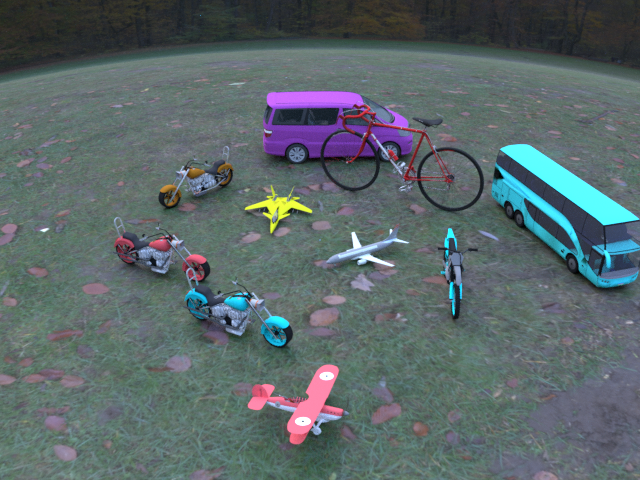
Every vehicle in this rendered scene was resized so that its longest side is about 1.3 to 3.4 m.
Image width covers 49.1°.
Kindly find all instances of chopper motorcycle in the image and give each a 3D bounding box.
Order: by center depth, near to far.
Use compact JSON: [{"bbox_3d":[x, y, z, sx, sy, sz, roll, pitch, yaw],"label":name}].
[{"bbox_3d":[-1.059,0.856,8.868,1.563,0.761,0.466,14,32,23],"label":"chopper motorcycle"},{"bbox_3d":[-2.317,0.138,10.140,1.563,0.761,0.466,11,31,19],"label":"chopper motorcycle"},{"bbox_3d":[-2.177,-1.113,12.359,1.563,0.761,0.466,-26,38,-38],"label":"chopper motorcycle"}]

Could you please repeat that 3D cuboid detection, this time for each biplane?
[{"bbox_3d":[-0.211,1.764,7.521,1.090,0.504,1.336,8,30,14],"label":"biplane"}]

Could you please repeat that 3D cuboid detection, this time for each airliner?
[{"bbox_3d":[0.667,0.081,10.580,1.307,0.429,1.161,-15,33,-24],"label":"airliner"}]

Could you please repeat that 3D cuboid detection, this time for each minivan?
[{"bbox_3d":[0.361,-2.307,14.032,3.011,1.197,1.324,-2,29,-3],"label":"minivan"}]

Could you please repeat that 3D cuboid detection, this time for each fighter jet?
[{"bbox_3d":[-0.718,-0.517,11.786,1.147,0.286,1.358,3,30,5],"label":"fighter jet"}]

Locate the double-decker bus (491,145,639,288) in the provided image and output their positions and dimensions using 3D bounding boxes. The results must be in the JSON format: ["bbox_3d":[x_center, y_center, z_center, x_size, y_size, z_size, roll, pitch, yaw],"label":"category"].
[{"bbox_3d":[3.754,-0.433,10.857,0.756,1.052,3.251,-8,31,-15],"label":"double-decker bus"}]

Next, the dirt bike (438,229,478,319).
[{"bbox_3d":[1.828,0.396,9.587,0.527,0.857,1.493,2,29,3],"label":"dirt bike"}]

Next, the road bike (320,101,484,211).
[{"bbox_3d":[1.356,-1.429,12.008,3.004,1.656,0.697,14,32,23],"label":"road bike"}]
